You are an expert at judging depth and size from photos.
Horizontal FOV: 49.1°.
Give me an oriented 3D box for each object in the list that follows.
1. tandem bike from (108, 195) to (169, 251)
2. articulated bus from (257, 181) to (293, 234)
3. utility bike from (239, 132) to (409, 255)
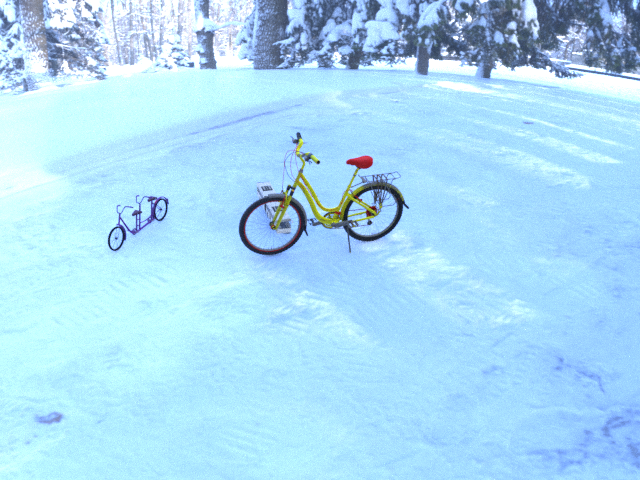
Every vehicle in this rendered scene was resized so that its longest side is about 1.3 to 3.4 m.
[{"bbox_3d":[-2.963,-0.404,11.477,0.283,0.682,1.642,11,29,20],"label":"tandem bike"},{"bbox_3d":[-0.825,-0.594,12.283,0.311,0.289,1.749,-7,28,-14],"label":"articulated bus"},{"bbox_3d":[0.138,-0.638,10.663,2.791,1.839,1.039,-8,28,-15],"label":"utility bike"}]
